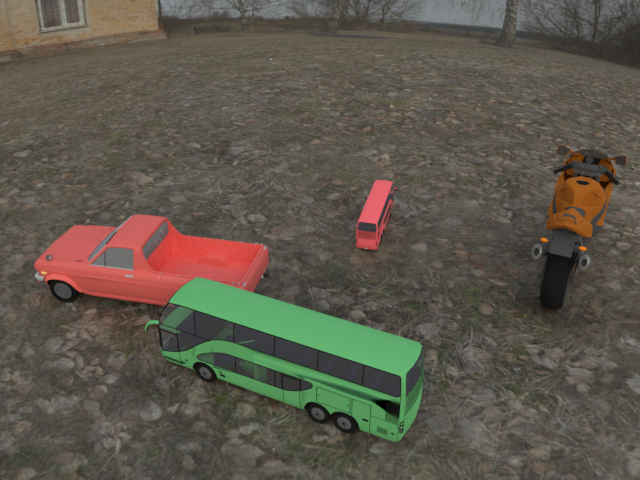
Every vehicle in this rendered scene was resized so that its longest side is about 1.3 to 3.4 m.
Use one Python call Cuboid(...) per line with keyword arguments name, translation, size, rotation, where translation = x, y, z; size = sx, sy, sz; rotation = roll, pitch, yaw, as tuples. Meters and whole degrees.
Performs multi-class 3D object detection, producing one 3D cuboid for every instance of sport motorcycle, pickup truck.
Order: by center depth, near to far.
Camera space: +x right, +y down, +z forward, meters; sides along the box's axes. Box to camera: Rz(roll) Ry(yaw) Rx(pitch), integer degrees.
Cuboid(name="pickup truck", translation=(-2.301, 0.275, 9.621), size=(3.117, 0.993, 1.244), rotation=(7, 32, 11))
Cuboid(name="sport motorcycle", translation=(3.601, -0.259, 9.922), size=(0.983, 1.596, 2.955), rotation=(14, 34, 22))

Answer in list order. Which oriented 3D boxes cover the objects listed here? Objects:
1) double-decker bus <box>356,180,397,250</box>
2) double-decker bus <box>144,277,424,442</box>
Cuboid(name="double-decker bus", translation=(0.908, -0.445, 11.255), size=(0.389, 0.541, 1.672), rotation=(8, 32, 12))
Cuboid(name="double-decker bus", translation=(-0.445, 1.269, 7.911), size=(3.251, 1.052, 0.756), rotation=(14, 34, 22))
